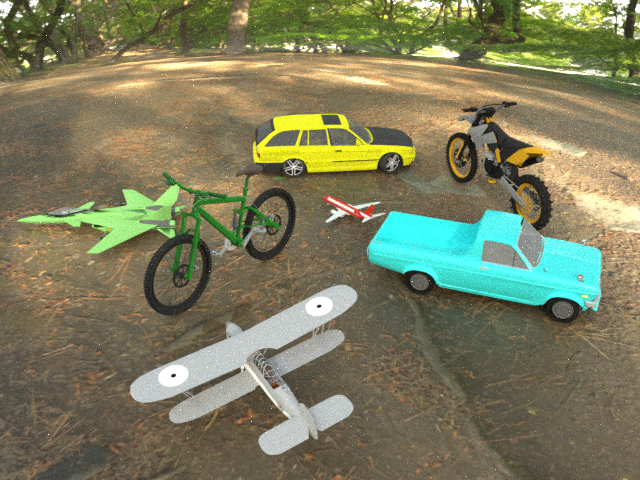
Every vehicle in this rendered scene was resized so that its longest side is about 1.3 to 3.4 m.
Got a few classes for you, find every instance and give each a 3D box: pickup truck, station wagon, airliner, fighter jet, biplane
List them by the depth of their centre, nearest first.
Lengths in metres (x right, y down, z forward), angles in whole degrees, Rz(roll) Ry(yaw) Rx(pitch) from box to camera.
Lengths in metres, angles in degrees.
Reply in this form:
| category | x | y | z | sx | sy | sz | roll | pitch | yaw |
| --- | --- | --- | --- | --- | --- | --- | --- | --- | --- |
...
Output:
| category | x | y | z | sx | sy | sz | roll | pitch | yaw |
| --- | --- | --- | --- | --- | --- | --- | --- | --- | --- |
| biplane | -0.585 | 1.430 | 7.304 | 2.598 | 0.981 | 2.120 | -16 | 32 | -26 |
| pickup truck | 2.250 | 0.179 | 9.564 | 3.117 | 0.993 | 1.244 | 11 | 31 | 18 |
| fighter jet | -3.550 | -0.463 | 11.182 | 2.640 | 0.557 | 2.229 | 0 | 29 | 0 |
| airliner | 0.458 | -0.600 | 11.563 | 1.161 | 0.429 | 1.307 | -21 | 35 | -33 |
| station wagon | 0.275 | -1.872 | 13.363 | 3.105 | 0.920 | 1.327 | -3 | 29 | -5 |

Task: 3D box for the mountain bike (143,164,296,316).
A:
| category | x | y | z | sx | sy | sz | roll | pitch | yaw |
| --- | --- | --- | --- | --- | --- | --- | --- | --- | --- |
| mountain bike | -1.271 | -0.155 | 9.449 | 1.114 | 1.688 | 2.857 | 20 | 35 | 32 |

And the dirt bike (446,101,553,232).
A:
| category | x | y | z | sx | sy | sz | roll | pitch | yaw |
| --- | --- | --- | --- | --- | --- | --- | --- | --- | --- |
| dirt bike | 2.924 | -1.360 | 11.659 | 1.024 | 1.666 | 2.903 | -11 | 31 | -20 |
